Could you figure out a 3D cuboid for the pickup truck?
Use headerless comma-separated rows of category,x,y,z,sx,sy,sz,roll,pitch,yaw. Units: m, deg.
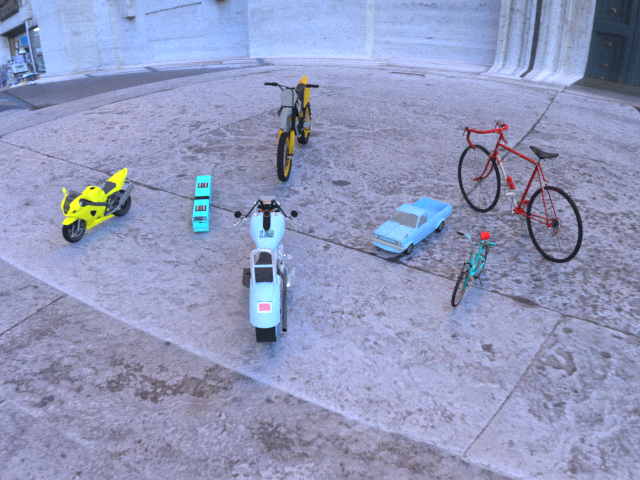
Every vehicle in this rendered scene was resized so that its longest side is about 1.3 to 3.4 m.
pickup truck,1.477,-0.297,11.093,0.640,0.511,1.603,20,35,32

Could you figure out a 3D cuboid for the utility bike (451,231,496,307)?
utility bike,2.142,0.294,9.552,0.535,0.946,1.435,15,32,26

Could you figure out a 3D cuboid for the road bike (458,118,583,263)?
road bike,3.045,-0.844,10.901,0.696,1.656,3.004,-12,31,-21

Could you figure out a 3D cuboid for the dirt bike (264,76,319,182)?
dirt bike,-0.479,-2.320,13.604,1.024,1.666,2.903,4,29,8

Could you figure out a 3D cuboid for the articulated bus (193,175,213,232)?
articulated bus,-2.004,-0.646,11.967,0.311,0.289,1.749,-3,29,-5

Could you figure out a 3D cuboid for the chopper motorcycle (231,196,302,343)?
chopper motorcycle,-0.694,0.093,9.362,0.906,1.480,3.040,-1,29,-2

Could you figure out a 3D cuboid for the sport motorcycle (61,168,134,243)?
sport motorcycle,-3.591,-0.569,11.269,0.506,0.821,1.520,14,32,24
